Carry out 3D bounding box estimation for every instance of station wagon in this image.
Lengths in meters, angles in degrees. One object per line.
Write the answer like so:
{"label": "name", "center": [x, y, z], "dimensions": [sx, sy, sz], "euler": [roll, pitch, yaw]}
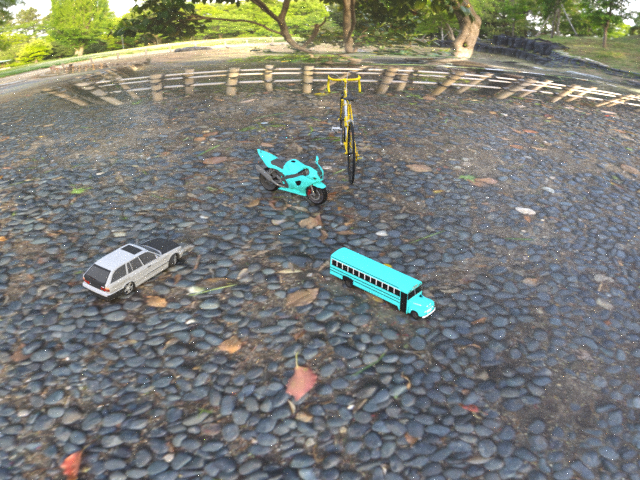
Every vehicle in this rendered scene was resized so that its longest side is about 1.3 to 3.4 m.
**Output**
{"label": "station wagon", "center": [-2.764, 0.327, 10.479], "dimensions": [0.682, 0.473, 1.597], "euler": [19, 35, 29]}

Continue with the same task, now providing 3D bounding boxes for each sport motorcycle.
{"label": "sport motorcycle", "center": [-0.509, -1.156, 12.733], "dimensions": [1.520, 0.821, 0.506], "euler": [18, 34, 29]}

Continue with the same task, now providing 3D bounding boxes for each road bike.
{"label": "road bike", "center": [0.540, -2.311, 13.919], "dimensions": [0.696, 1.656, 3.004], "euler": [-2, 30, -3]}

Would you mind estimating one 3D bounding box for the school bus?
{"label": "school bus", "center": [0.885, 0.610, 10.022], "dimensions": [1.708, 0.434, 0.365], "euler": [24, 38, 36]}
